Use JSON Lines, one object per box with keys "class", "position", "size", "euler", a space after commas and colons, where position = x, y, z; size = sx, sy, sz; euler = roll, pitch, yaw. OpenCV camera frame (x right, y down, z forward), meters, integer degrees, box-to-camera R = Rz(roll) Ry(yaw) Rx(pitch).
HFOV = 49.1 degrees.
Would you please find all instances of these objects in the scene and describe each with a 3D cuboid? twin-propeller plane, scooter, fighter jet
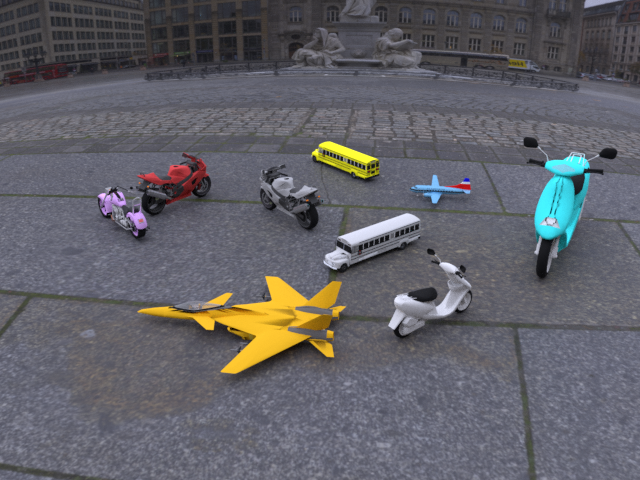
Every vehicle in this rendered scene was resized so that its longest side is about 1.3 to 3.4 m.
{"class": "twin-propeller plane", "position": [2.165, -0.950, 12.608], "size": [1.095, 0.407, 1.370], "euler": [4, 26, 8]}
{"class": "scooter", "position": [1.429, 0.667, 8.745], "size": [1.399, 0.919, 0.662], "euler": [-18, 31, -32]}
{"class": "scooter", "position": [3.668, -0.699, 10.537], "size": [1.288, 1.786, 2.721], "euler": [12, 29, 24]}
{"class": "fighter jet", "position": [-1.049, 0.859, 8.763], "size": [2.640, 0.557, 2.229], "euler": [4, 26, 8]}

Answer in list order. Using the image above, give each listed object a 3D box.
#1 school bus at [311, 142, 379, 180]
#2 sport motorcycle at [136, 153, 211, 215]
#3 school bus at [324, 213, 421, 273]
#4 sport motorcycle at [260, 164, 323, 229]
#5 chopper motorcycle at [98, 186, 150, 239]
{"class": "school bus", "position": [0.467, -1.598, 13.895], "size": [0.365, 0.434, 1.708], "euler": [-20, 33, -35]}
{"class": "sport motorcycle", "position": [-2.511, -0.987, 12.216], "size": [0.506, 0.821, 1.520], "euler": [21, 33, 37]}
{"class": "school bus", "position": [0.800, 0.029, 10.588], "size": [1.708, 0.434, 0.365], "euler": [-19, 32, -33]}
{"class": "sport motorcycle", "position": [-0.534, -0.729, 11.692], "size": [0.506, 0.821, 1.520], "euler": [-21, 33, -36]}
{"class": "chopper motorcycle", "position": [-3.254, -0.550, 11.395], "size": [0.466, 0.761, 1.563], "euler": [-20, 33, -35]}
